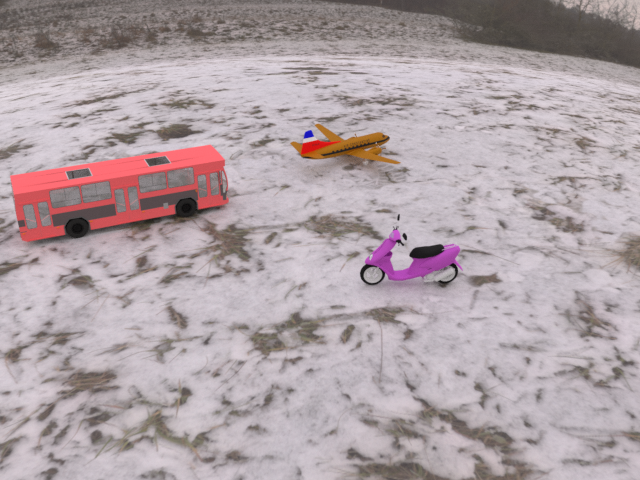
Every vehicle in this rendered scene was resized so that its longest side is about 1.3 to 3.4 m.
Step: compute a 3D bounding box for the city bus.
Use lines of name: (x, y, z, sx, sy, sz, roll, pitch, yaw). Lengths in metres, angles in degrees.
city bus: (-3.145, -0.752, 11.217, 3.255, 0.894, 0.926, -12, 30, -22)

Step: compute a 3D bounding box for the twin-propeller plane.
twin-propeller plane: (0.522, -1.896, 13.476, 2.129, 0.792, 2.663, -18, 33, -30)

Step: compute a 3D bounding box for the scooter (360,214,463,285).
scooter: (1.242, 0.193, 9.416, 1.399, 0.919, 0.662, -1, 28, -2)
